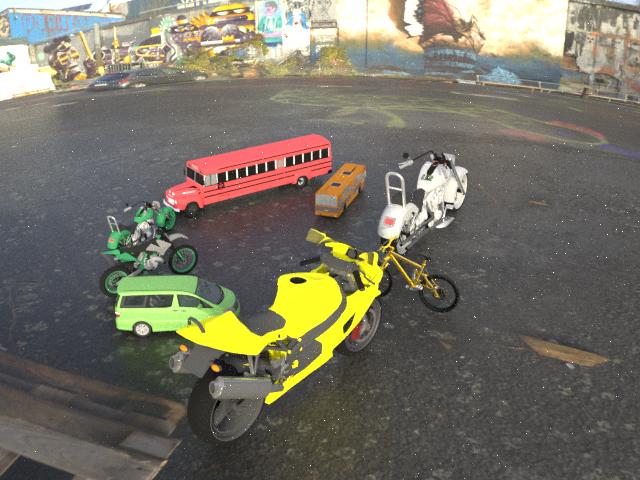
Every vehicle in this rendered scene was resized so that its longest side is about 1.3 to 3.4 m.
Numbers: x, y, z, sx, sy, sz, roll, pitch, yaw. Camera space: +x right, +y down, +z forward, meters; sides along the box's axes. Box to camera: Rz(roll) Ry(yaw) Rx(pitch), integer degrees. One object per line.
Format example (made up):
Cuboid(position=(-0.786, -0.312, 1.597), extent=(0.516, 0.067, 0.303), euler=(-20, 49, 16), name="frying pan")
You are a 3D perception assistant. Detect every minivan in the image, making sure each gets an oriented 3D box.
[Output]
Cuboid(position=(-1.802, 0.802, 8.927), extent=(1.548, 0.616, 0.681), euler=(-2, 26, -3), name="minivan")

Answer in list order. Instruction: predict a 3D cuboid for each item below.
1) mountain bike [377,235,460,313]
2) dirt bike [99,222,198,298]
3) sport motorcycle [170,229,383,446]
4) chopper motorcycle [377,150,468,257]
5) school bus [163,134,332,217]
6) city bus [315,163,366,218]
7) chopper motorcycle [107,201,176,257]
Cuboid(position=(1.156, 0.477, 9.314), extent=(1.469, 0.868, 0.573), euler=(12, 28, 23), name="mountain bike")
Cuboid(position=(-2.392, 0.252, 9.797), extent=(1.493, 0.857, 0.527), euler=(-19, 31, -34), name="dirt bike")
Cuboid(position=(-0.267, 0.970, 7.438), extent=(0.983, 1.596, 2.955), euler=(21, 33, 37), name="sport motorcycle")
Cuboid(position=(1.762, -0.788, 11.252), extent=(0.906, 1.480, 3.040), euler=(15, 29, 28), name="chopper motorcycle")
Cuboid(position=(-1.291, -1.233, 12.922), extent=(3.322, 0.844, 0.709), euler=(-18, 31, -32), name="school bus")
Cuboid(position=(0.391, -0.895, 12.659), extent=(0.476, 0.460, 1.674), euler=(9, 27, 18), name="city bus")
Cuboid(position=(-2.785, -0.281, 11.024), extent=(0.466, 0.761, 1.563), euler=(11, 28, 22), name="chopper motorcycle")
